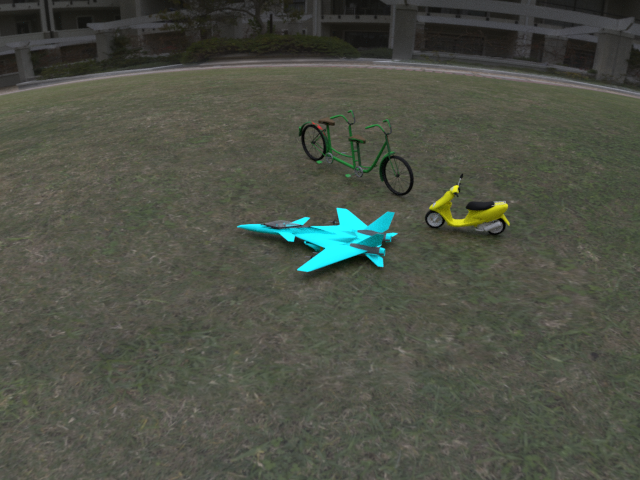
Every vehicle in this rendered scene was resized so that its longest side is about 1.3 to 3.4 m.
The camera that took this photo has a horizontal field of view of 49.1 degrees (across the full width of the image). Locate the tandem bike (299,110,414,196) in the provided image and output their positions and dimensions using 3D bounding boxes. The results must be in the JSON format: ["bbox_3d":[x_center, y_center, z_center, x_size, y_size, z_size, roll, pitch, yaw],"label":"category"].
[{"bbox_3d":[0.634,-1.858,13.640,0.550,1.326,3.192,-23,36,-36],"label":"tandem bike"}]

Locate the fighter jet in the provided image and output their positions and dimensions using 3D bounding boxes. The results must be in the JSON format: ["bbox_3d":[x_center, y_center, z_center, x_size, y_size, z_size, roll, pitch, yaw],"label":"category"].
[{"bbox_3d":[-0.134,-0.195,11.383,2.640,0.557,2.229,8,30,15],"label":"fighter jet"}]

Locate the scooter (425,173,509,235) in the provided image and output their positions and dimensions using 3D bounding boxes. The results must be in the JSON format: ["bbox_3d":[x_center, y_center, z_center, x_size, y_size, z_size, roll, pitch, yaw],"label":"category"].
[{"bbox_3d":[2.469,-0.554,11.666,1.399,0.919,0.662,7,29,12],"label":"scooter"}]
